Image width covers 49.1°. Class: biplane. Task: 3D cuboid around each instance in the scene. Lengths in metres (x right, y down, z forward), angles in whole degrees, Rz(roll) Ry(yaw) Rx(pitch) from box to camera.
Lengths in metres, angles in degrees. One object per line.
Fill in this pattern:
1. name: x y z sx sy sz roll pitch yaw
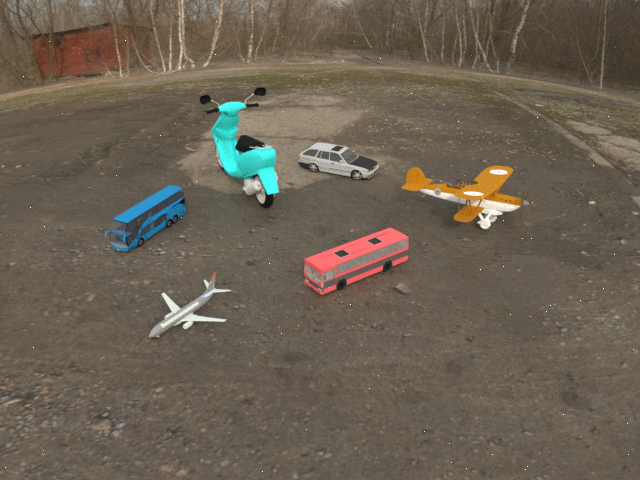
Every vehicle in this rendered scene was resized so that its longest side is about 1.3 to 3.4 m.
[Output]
1. biplane: 2.464 -0.788 11.834 2.120 0.981 2.598 13 30 23

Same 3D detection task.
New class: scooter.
1. scooter: -1.428 -1.773 12.841 1.288 1.786 2.721 -14 31 -24

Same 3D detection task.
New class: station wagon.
1. station wagon: 0.377 -1.596 13.914 1.597 0.473 0.682 13 31 24

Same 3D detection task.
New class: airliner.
1. airliner: -1.792 0.869 9.276 1.161 0.429 1.307 18 33 30

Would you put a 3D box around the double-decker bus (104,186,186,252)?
1. double-decker bus: -2.818 -0.352 11.477 0.389 0.541 1.672 12 30 22

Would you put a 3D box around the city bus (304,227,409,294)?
1. city bus: 0.554 0.310 10.306 1.674 0.460 0.476 -19 33 -32
